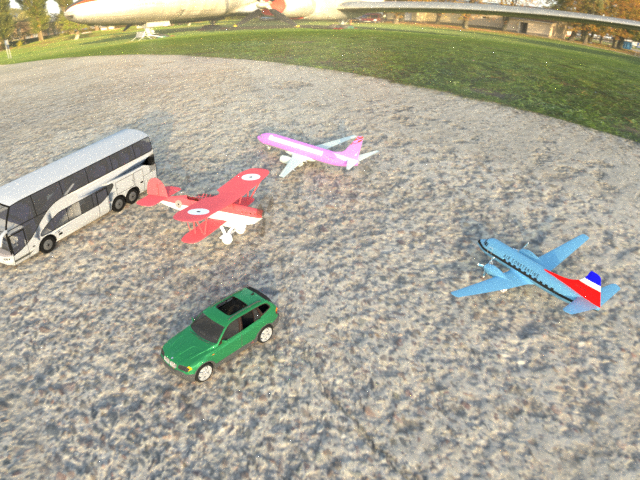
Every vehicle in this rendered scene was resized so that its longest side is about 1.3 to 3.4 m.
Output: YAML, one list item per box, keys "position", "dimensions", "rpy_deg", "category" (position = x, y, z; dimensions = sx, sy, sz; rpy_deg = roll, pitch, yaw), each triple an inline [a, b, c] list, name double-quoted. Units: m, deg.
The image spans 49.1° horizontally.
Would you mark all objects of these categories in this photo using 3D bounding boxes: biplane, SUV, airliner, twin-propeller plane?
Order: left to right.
- position: [-1.723, -0.541, 10.823]
  dimensions: [2.120, 0.981, 2.598]
  rpy_deg: [11, 33, 17]
  category: "biplane"
- position: [-1.207, 1.104, 8.551]
  dimensions: [0.656, 0.580, 1.572]
  rpy_deg: [27, 41, 36]
  category: "SUV"
- position: [-0.220, -1.826, 13.034]
  dimensions: [2.541, 0.835, 2.257]
  rpy_deg: [22, 38, 31]
  category: "airliner"
- position: [2.939, 0.359, 9.552]
  dimensions: [2.663, 0.792, 2.129]
  rpy_deg: [-19, 37, -28]
  category: "twin-propeller plane"

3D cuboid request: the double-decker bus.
- position: [-3.919, -0.727, 11.056]
  dimensions: [0.756, 1.052, 3.251]
  rpy_deg: [18, 36, 26]
  category: "double-decker bus"
